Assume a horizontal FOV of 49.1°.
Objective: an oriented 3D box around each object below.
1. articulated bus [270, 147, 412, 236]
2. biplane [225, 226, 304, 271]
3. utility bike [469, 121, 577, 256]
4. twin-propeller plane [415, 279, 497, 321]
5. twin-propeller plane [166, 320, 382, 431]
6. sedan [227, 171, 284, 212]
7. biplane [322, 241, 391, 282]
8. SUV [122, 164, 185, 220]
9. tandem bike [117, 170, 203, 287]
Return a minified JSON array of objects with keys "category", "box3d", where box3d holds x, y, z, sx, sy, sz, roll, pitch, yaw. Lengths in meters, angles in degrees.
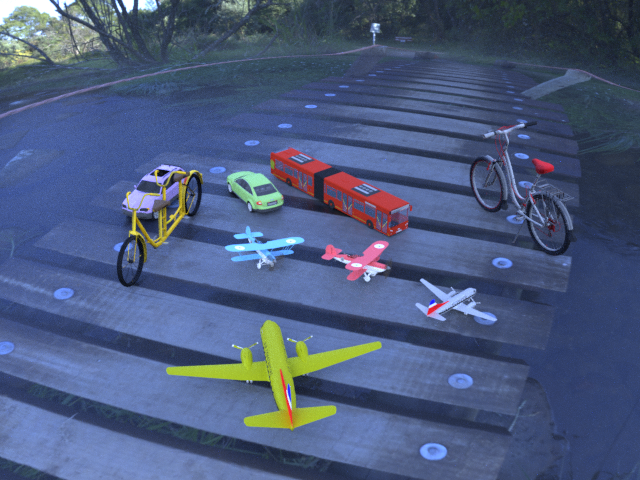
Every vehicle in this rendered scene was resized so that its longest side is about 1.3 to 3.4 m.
[{"category":"articulated bus","box3d":[0.279,-0.958,12.944,0.605,0.561,3.401,-23,37,-34]},{"category":"biplane","box3d":[-0.928,0.117,11.107,1.336,0.504,1.090,-16,33,-26]},{"category":"utility bike","box3d":[3.243,-0.919,11.581,1.039,1.839,2.791,-12,32,-20]},{"category":"twin-propeller plane","box3d":[1.881,0.846,9.921,1.095,0.407,1.370,-23,37,-35]},{"category":"twin-propeller plane","box3d":[-0.497,1.481,8.413,2.663,0.792,2.129,-6,30,-10]},{"category":"sedan","box3d":[-1.237,-0.983,13.067,0.635,0.483,1.613,-16,33,-26]},{"category":"biplane","box3d":[0.583,0.315,10.758,1.090,0.504,1.336,14,32,23]},{"category":"SUV","box3d":[-3.007,-0.908,12.837,0.656,0.580,1.572,10,31,17]},{"category":"tandem bike","box3d":[-2.536,-0.491,11.347,0.550,1.326,3.192,7,30,12]}]
